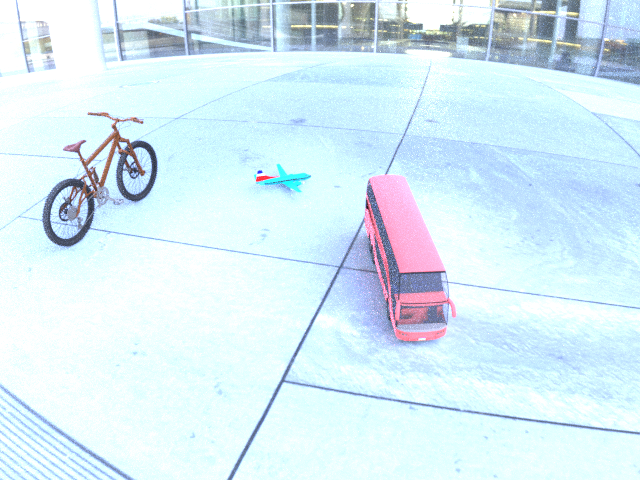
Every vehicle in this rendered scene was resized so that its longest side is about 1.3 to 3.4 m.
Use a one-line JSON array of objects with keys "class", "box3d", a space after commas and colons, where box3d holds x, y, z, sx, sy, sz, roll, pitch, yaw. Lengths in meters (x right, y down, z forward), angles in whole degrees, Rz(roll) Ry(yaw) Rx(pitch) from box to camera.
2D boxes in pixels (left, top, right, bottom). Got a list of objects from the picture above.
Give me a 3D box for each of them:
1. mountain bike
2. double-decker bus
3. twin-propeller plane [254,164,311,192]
[{"class": "mountain bike", "box3d": [-3.600, -1.093, 11.625, 1.114, 1.688, 2.857, 12, 32, 20]}, {"class": "double-decker bus", "box3d": [1.178, 0.178, 10.016, 0.756, 1.052, 3.251, -2, 29, -4]}, {"class": "twin-propeller plane", "box3d": [-0.677, -1.181, 13.087, 1.095, 0.407, 1.370, -10, 31, -18]}]
